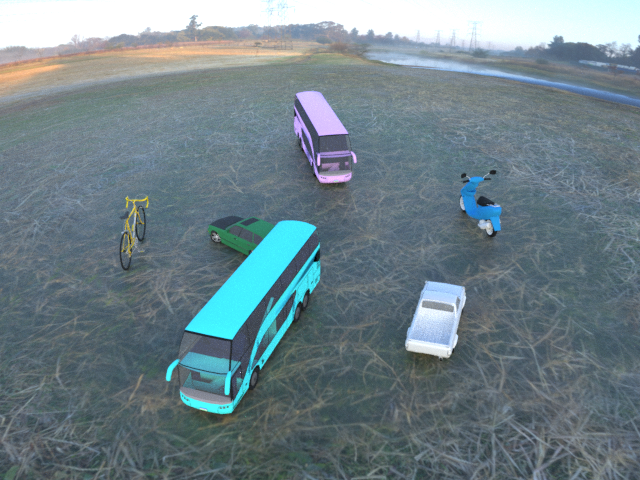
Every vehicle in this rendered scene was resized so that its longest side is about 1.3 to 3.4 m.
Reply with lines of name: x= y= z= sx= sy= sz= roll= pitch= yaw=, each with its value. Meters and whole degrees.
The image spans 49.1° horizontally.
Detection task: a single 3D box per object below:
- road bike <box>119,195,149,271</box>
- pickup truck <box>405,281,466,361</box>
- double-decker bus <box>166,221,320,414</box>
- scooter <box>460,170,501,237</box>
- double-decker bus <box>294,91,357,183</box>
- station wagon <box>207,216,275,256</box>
road bike: x=-2.977 y=-0.163 z=11.116 sx=0.358 sy=0.852 sz=1.545 roll=0 pitch=28 yaw=1
pickup truck: x=1.559 y=0.995 z=9.295 sx=0.640 sy=0.511 sz=1.603 roll=8 pitch=29 yaw=15
double-decker bus: x=-0.808 y=0.882 z=8.930 sx=0.756 sy=1.052 sz=3.251 roll=9 pitch=29 yaw=17
scooter: x=2.752 y=-0.685 z=12.029 sx=0.662 sy=0.919 sz=1.399 roll=-7 pitch=29 yaw=-13
double-decker bus: x=0.021 y=-2.182 z=14.712 sx=0.756 sy=1.052 sz=3.251 roll=-5 pitch=28 yaw=-10
station wagon: x=-1.157 y=-0.103 z=11.406 sx=1.597 sy=0.473 sz=0.682 roll=23 pitch=36 yaw=37
